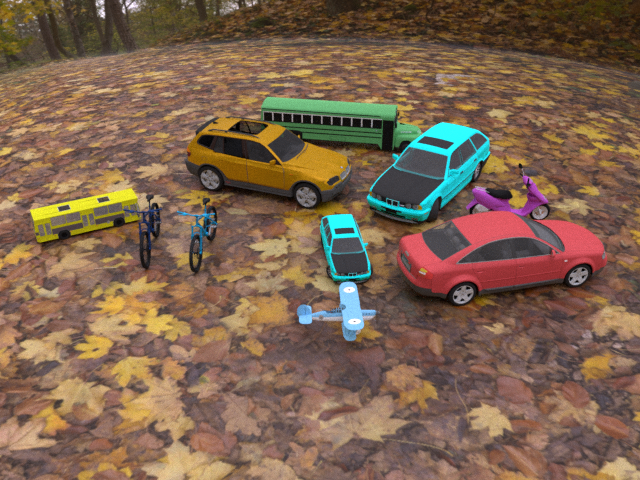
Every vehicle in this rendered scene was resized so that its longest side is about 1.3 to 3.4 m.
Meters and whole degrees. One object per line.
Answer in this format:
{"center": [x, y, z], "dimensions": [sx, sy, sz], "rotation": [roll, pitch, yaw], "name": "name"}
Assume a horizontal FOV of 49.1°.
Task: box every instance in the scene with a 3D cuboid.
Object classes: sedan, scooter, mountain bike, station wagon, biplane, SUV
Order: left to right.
{"center": [-2.642, -0.222, 10.823], "dimensions": [0.573, 0.868, 1.469], "rotation": [-1, 31, -2], "name": "mountain bike"}
{"center": [-1.794, -0.166, 10.729], "dimensions": [0.573, 0.868, 1.469], "rotation": [3, 31, 6], "name": "mountain bike"}
{"center": [-0.943, -1.486, 12.673], "dimensions": [3.058, 1.128, 1.276], "rotation": [11, 33, 18], "name": "SUV"}
{"center": [0.245, 0.968, 9.195], "dimensions": [1.090, 0.504, 1.336], "rotation": [-1, 31, -2], "name": "biplane"}
{"center": [0.375, 0.078, 10.707], "dimensions": [0.682, 0.473, 1.597], "rotation": [-4, 31, -6], "name": "station wagon"}
{"center": [2.012, -1.317, 12.593], "dimensions": [1.327, 0.920, 3.105], "rotation": [18, 36, 28], "name": "station wagon"}
{"center": [2.681, 0.126, 10.174], "dimensions": [3.137, 0.940, 1.235], "rotation": [-7, 32, -12], "name": "sedan"}
{"center": [3.161, -0.731, 11.620], "dimensions": [1.399, 0.919, 0.662], "rotation": [1, 31, 1], "name": "scooter"}

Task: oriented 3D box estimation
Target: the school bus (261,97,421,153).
{"center": [0.449, -2.397, 14.466], "dimensions": [3.322, 0.844, 0.709], "rotation": [6, 31, 9], "name": "school bus"}

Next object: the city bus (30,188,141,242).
{"center": [-3.832, -0.394, 11.505], "dimensions": [1.674, 0.460, 0.476], "rotation": [-15, 34, -24], "name": "city bus"}
